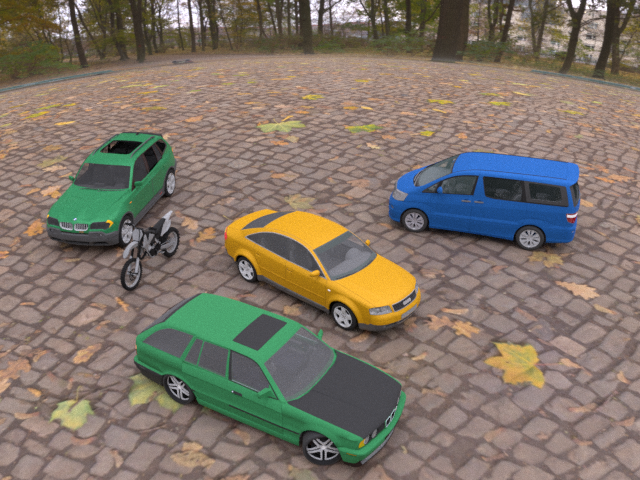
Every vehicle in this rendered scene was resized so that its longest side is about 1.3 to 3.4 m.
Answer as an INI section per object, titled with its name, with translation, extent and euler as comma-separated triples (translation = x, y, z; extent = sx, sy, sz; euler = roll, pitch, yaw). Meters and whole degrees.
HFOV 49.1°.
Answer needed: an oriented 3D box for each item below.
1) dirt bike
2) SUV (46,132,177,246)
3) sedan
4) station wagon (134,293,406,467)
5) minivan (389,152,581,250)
[dirt bike]
translation = -2.469, 0.090, 10.202
extent = 0.527, 0.857, 1.493
euler = 10, 30, 18
[SUV]
translation = -3.436, -0.938, 11.799
extent = 1.276, 1.128, 3.058
euler = 5, 29, 9
[sedan]
translation = -0.025, 0.263, 9.799
extent = 3.137, 0.940, 1.235
euler = 23, 36, 35
[station wagon]
translation = -0.585, 1.396, 7.747
extent = 3.105, 0.920, 1.327
euler = 16, 32, 26
[minivan]
translation = 2.637, -0.744, 11.374
extent = 3.011, 1.197, 1.324
euler = 9, 30, 17
